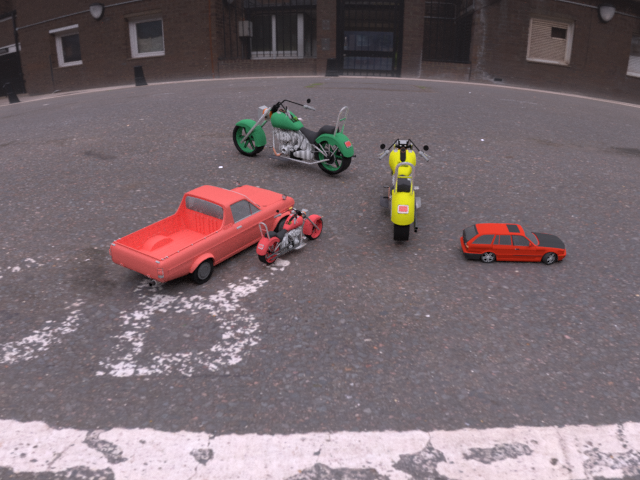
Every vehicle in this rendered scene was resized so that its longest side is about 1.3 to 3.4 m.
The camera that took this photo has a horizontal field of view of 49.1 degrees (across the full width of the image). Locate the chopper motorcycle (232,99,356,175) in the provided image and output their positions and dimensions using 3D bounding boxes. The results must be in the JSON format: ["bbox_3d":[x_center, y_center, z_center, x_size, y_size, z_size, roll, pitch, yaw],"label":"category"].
[{"bbox_3d":[-0.616,-2.240,14.432,3.040,1.480,0.906,18,31,32],"label":"chopper motorcycle"}]

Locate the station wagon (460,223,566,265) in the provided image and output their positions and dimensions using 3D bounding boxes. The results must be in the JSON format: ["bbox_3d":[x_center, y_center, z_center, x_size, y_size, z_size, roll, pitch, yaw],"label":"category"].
[{"bbox_3d":[3.022,0.029,10.931,1.597,0.473,0.682,1,26,3],"label":"station wagon"}]

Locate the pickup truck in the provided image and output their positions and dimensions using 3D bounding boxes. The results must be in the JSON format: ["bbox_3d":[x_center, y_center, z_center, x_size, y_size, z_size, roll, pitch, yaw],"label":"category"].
[{"bbox_3d":[-1.711,-0.233,10.876,1.244,0.993,3.117,17,31,32],"label":"pickup truck"}]

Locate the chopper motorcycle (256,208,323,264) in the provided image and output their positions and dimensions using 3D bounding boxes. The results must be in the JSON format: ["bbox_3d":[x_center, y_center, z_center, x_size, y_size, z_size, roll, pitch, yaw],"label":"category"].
[{"bbox_3d":[-0.447,-0.164,10.997,0.466,0.761,1.563,17,31,31],"label":"chopper motorcycle"}]

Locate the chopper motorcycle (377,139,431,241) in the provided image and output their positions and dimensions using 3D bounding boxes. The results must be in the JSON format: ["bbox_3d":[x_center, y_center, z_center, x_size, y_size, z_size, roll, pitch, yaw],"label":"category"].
[{"bbox_3d":[1.424,-1.103,12.103,0.906,1.480,3.040,2,26,5],"label":"chopper motorcycle"}]
